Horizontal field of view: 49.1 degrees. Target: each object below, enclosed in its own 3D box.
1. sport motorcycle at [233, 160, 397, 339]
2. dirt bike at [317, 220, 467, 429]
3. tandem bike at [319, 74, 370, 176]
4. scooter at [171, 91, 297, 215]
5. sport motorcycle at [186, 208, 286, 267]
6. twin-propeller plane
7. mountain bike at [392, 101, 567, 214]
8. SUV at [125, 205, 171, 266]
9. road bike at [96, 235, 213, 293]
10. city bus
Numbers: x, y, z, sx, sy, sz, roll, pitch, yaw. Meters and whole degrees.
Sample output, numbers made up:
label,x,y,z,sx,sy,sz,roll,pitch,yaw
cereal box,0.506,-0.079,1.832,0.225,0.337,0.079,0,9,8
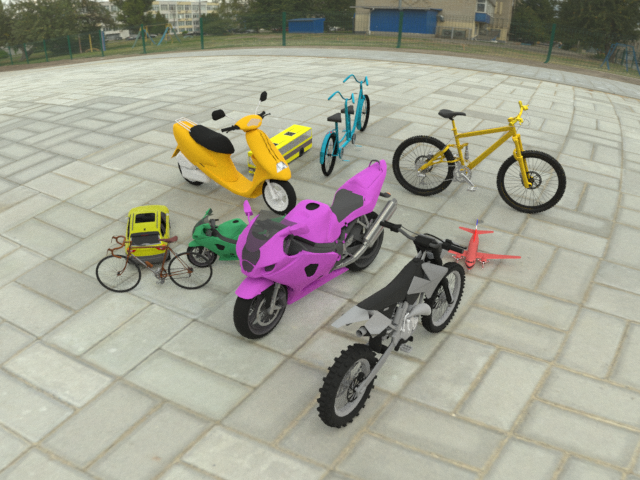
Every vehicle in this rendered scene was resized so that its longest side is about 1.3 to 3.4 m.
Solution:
label,x,y,z,sx,sy,sz,roll,pitch,yaw
sport motorcycle,-0.051,0.069,9.013,0.983,1.596,2.955,22,36,33
dirt bike,0.894,0.772,7.707,1.024,1.666,2.903,21,36,32
tandem bike,0.524,-2.311,13.465,0.550,1.326,3.192,9,31,16
scooter,-1.494,-1.502,11.579,2.721,1.786,1.288,20,35,31
sport motorcycle,-1.142,0.006,9.907,1.520,0.821,0.506,-2,30,-4
twin-propeller plane,2.230,0.083,10.190,1.370,0.407,1.095,8,31,14
mountain bike,2.571,-1.348,11.409,2.857,1.688,1.114,11,31,18
SUV,-2.573,-0.175,10.467,0.656,0.580,1.572,-5,30,-9
road bike,-2.218,0.323,9.320,1.545,0.852,0.358,-2,30,-4
city bus,-0.733,-1.689,13.248,0.476,0.460,1.674,15,33,25
